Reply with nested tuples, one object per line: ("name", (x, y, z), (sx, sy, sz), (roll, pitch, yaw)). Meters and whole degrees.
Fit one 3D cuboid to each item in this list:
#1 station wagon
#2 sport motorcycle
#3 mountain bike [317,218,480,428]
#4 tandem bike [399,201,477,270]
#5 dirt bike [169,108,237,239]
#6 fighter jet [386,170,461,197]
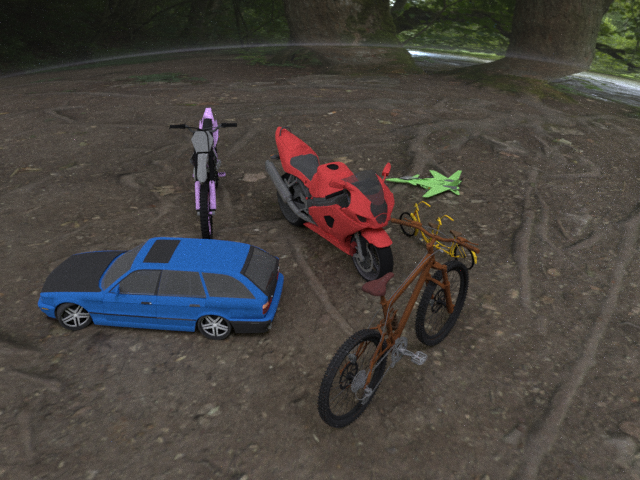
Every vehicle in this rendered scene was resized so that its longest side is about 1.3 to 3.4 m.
("station wagon", (-2.061, 0.521, 9.071), (3.105, 0.920, 1.327), (3, 30, 5))
("sport motorcycle", (0.146, -0.555, 10.276), (0.983, 1.596, 2.955), (-17, 34, -28))
("mountain bike", (0.926, 0.844, 7.729), (1.114, 1.688, 2.857), (22, 37, 34))
("tandem bike", (1.733, -0.113, 10.424), (0.283, 0.682, 1.642), (-19, 35, -30))
("dirt bike", (-1.811, -1.215, 11.362), (1.024, 1.666, 2.903), (-3, 30, -5))
("fighter jet", (1.846, -1.092, 12.539), (1.358, 0.286, 1.147), (7, 30, 12))
